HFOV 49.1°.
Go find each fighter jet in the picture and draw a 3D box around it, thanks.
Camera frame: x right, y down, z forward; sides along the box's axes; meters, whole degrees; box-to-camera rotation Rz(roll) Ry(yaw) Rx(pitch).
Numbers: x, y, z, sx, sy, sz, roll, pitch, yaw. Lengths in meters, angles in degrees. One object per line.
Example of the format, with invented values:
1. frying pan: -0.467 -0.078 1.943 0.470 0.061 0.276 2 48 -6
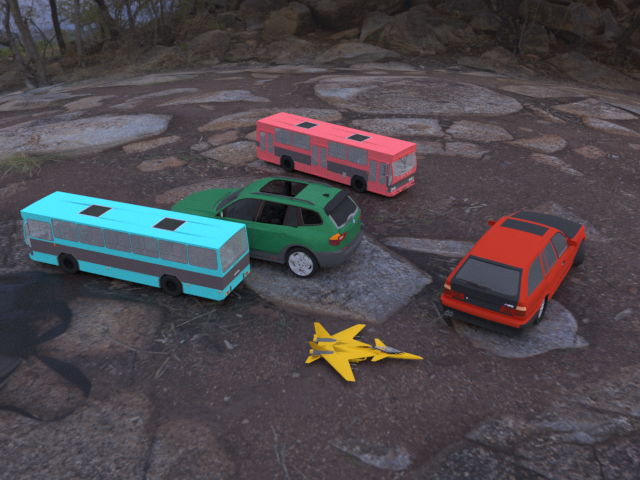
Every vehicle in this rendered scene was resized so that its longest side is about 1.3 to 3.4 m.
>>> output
1. fighter jet: 0.543 1.268 8.295 1.358 0.286 1.147 4 27 8

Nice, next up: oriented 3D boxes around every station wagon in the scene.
1. station wagon: 2.803 0.196 9.712 1.327 0.920 3.105 16 31 29

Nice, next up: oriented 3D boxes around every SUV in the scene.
1. SUV: -0.860 -0.349 10.561 3.058 1.128 1.276 11 29 20

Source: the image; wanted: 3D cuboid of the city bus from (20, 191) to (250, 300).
1. city bus: -2.640 0.078 9.974 3.255 0.894 0.926 10 28 19

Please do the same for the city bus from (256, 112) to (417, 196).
1. city bus: 0.241 -1.646 13.385 3.255 0.894 0.926 20 33 33
